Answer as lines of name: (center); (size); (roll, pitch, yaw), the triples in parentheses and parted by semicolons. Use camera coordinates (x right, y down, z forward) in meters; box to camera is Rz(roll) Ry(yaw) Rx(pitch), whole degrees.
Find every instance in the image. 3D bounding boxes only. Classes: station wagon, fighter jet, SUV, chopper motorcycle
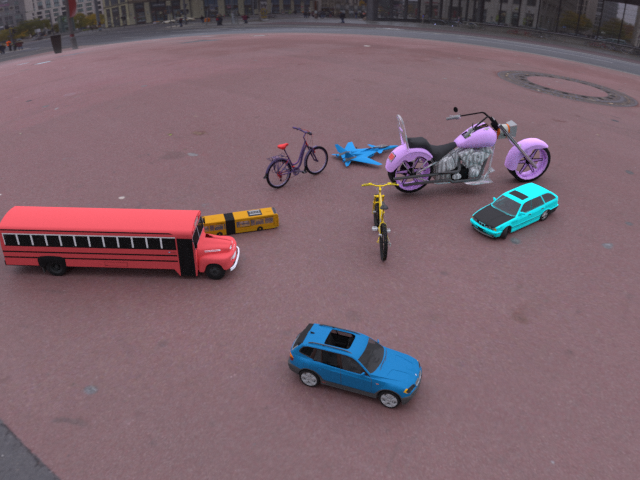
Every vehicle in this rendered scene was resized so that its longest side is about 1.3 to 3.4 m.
station wagon: (3.155, -0.516, 11.328); (1.597, 0.473, 0.682); (-21, 38, -30)
fighter jet: (0.953, -1.758, 13.475); (1.358, 0.286, 1.147); (-16, 35, -23)
SUV: (0.405, 1.412, 8.166); (1.572, 0.580, 0.656); (11, 34, 17)
chopper motorcycle: (2.609, -1.575, 12.065); (3.040, 1.480, 0.906); (-8, 33, -12)

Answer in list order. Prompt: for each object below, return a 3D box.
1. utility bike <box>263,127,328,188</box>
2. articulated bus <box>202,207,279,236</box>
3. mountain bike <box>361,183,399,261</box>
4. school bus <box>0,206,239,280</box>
utility bike: (-0.449, -1.493, 12.435); (1.435, 0.946, 0.535); (-23, 39, -32)
articulated bus: (-1.531, -0.247, 11.075); (1.749, 0.289, 0.311); (-8, 33, -13)
mountain bike: (0.928, -0.344, 10.685); (0.573, 0.868, 1.469); (-1, 32, -2)
school bus: (-2.852, 0.015, 10.136); (3.322, 0.844, 0.709); (1, 32, 2)
